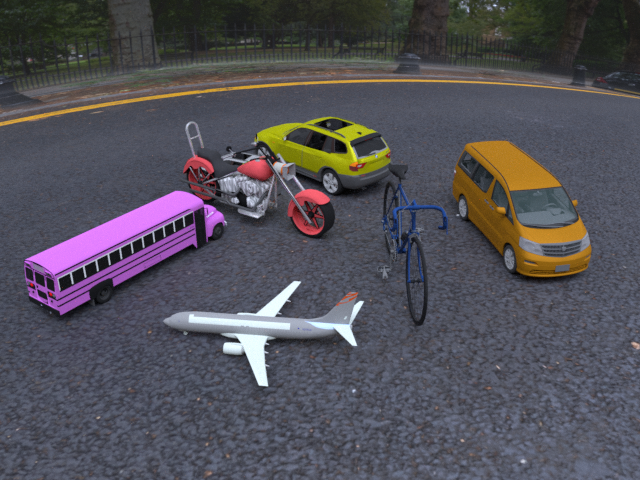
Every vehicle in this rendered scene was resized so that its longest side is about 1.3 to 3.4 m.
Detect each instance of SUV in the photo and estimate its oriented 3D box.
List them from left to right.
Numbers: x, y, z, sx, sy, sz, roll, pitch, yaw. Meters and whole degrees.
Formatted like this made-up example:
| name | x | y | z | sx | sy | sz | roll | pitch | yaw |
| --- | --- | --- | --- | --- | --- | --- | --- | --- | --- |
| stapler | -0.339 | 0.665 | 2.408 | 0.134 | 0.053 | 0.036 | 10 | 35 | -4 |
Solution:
| name | x | y | z | sx | sy | sz | roll | pitch | yaw |
| --- | --- | --- | --- | --- | --- | --- | --- | --- | --- |
| SUV | -1.629 | -1.364 | 13.327 | 1.572 | 0.580 | 0.656 | 13 | 31 | 23 |
| SUV | -0.001 | -1.822 | 13.607 | 1.276 | 1.128 | 3.058 | -25 | 36 | -38 |

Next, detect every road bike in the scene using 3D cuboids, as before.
| name | x | y | z | sx | sy | sz | roll | pitch | yaw |
| --- | --- | --- | --- | --- | --- | --- | --- | --- | --- |
| road bike | 1.171 | -0.112 | 9.811 | 0.696 | 1.656 | 3.004 | -2 | 28 | -4 |

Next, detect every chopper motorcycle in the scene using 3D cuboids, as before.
| name | x | y | z | sx | sy | sz | roll | pitch | yaw |
| --- | --- | --- | --- | --- | --- | --- | --- | --- | --- |
| chopper motorcycle | -1.097 | -1.032 | 11.738 | 3.040 | 1.480 | 0.906 | 17 | 32 | 29 |

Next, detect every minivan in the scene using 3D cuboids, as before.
| name | x | y | z | sx | sy | sz | roll | pitch | yaw |
| --- | --- | --- | --- | --- | --- | --- | --- | --- | --- |
| minivan | 3.154 | -0.560 | 11.148 | 1.324 | 1.197 | 3.011 | -6 | 28 | -10 |

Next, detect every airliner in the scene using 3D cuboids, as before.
| name | x | y | z | sx | sy | sz | roll | pitch | yaw |
| --- | --- | --- | --- | --- | --- | --- | --- | --- | --- |
| airliner | -0.757 | 0.920 | 8.737 | 2.541 | 0.835 | 2.257 | 4 | 28 | 7 |

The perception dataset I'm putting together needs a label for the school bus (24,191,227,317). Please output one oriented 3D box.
| name | x | y | z | sx | sy | sz | roll | pitch | yaw |
| --- | --- | --- | --- | --- | --- | --- | --- | --- | --- |
| school bus | -2.702 | 0.054 | 10.365 | 0.709 | 0.844 | 3.322 | 18 | 33 | 31 |
